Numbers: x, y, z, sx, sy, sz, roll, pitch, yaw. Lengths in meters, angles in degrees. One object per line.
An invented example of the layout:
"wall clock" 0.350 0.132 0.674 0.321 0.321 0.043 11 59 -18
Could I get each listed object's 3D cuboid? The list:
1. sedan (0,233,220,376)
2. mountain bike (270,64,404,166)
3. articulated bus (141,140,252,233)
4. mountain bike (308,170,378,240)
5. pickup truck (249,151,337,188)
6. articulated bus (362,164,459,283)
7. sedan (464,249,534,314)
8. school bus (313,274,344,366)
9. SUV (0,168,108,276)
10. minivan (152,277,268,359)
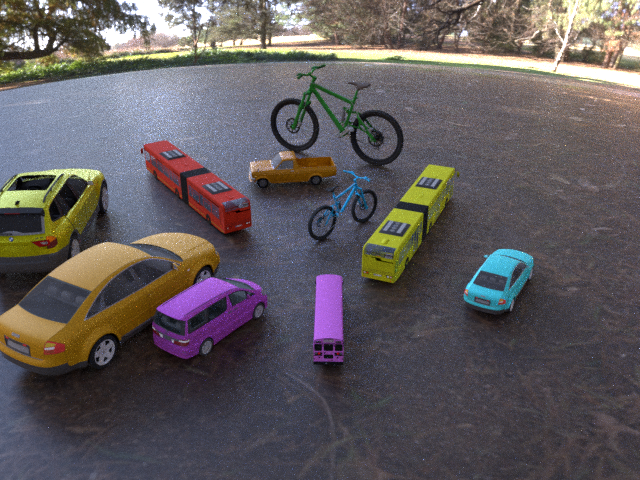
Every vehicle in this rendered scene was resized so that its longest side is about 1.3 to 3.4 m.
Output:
"sedan" -2.480 0.544 8.663 1.235 0.940 3.137 15 31 26
"mountain bike" 0.285 -2.389 13.536 2.857 1.688 1.114 13 30 23
"articulated bus" -2.190 -0.987 12.045 0.605 0.561 3.401 -17 32 -29
"mountain bike" 0.375 -0.537 10.838 1.469 0.868 0.573 -23 35 -37
"pickup truck" -0.503 -1.322 12.752 1.603 0.511 0.640 -4 28 -7
"articulated bus" 1.453 -0.354 10.818 0.605 0.561 3.401 11 29 20
"sedan" 2.414 0.460 9.323 0.635 0.483 1.613 15 31 27
"school bus" 0.109 0.892 8.540 0.365 0.434 1.708 0 27 1
"SUV" -4.090 -0.504 10.490 1.276 1.128 3.058 -1 27 -3
"minivan" -1.290 0.827 8.468 0.681 0.616 1.548 18 32 31
